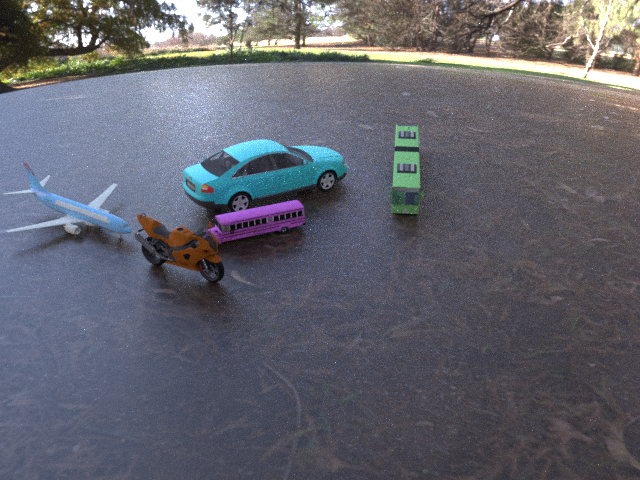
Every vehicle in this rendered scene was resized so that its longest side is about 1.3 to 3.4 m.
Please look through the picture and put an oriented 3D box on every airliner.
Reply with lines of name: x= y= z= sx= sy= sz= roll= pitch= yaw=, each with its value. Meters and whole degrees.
airliner: x=-4.061 y=-0.663 z=11.600 sx=2.541 sy=0.835 sz=2.257 roll=17 pitch=32 yaw=28

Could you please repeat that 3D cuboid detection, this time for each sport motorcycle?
sport motorcycle: x=-2.025 y=0.110 z=10.148 sx=1.520 sy=0.821 sz=0.506 roll=15 pitch=31 yaw=26

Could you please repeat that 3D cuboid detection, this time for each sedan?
sedan: x=-0.936 y=-1.305 z=12.706 sx=3.137 sy=0.940 sz=1.235 roll=-17 pitch=32 yaw=-28

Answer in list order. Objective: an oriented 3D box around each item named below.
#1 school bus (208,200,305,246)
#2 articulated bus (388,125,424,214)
school bus: x=-1.082 y=-0.265 z=11.273 sx=1.708 sy=0.434 sz=0.365 roll=-13 pitch=30 yaw=-22
articulated bus: x=1.640 y=-1.426 z=13.340 sx=0.605 sy=0.561 sz=3.401 roll=3 pitch=28 yaw=6
